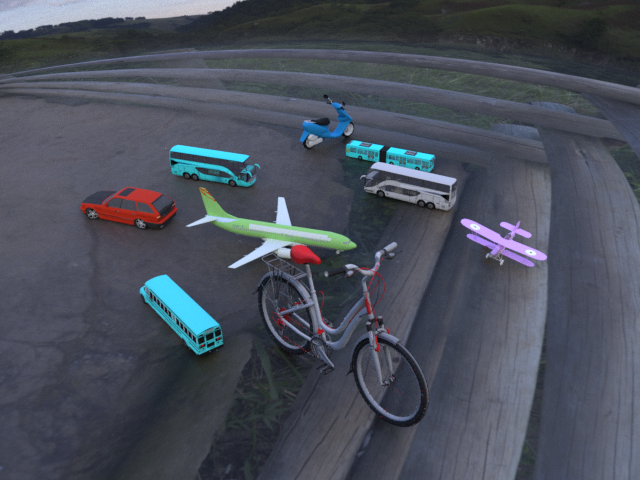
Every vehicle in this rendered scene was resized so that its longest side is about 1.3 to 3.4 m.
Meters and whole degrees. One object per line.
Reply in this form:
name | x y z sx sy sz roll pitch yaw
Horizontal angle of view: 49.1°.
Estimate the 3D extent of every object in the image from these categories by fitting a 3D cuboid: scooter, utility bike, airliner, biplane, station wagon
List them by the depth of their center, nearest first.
utility bike | 0.206 0.799 7.839 1.039 1.839 2.791 -26 39 -37
biplane | 2.770 0.042 10.434 1.336 0.504 1.090 20 36 30
airliner | -0.674 -0.281 10.655 2.541 0.835 2.257 8 32 13
station wagon | -3.178 -0.590 11.533 1.597 0.473 0.682 10 32 17
scooter | 0.166 -2.387 14.138 1.399 0.919 0.662 -22 37 -33

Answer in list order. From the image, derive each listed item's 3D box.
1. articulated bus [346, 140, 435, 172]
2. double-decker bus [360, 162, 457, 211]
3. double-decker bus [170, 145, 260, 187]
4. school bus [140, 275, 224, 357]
articulated bus | 1.342 -1.617 13.453 1.749 0.289 0.311 14 33 22
double-decker bus | 1.521 -0.938 12.057 1.672 0.541 0.389 16 34 25
double-decker bus | -1.929 -1.341 12.739 1.672 0.541 0.389 10 32 17
school bus | -1.839 0.908 9.037 0.365 0.434 1.708 -21 37 -32
